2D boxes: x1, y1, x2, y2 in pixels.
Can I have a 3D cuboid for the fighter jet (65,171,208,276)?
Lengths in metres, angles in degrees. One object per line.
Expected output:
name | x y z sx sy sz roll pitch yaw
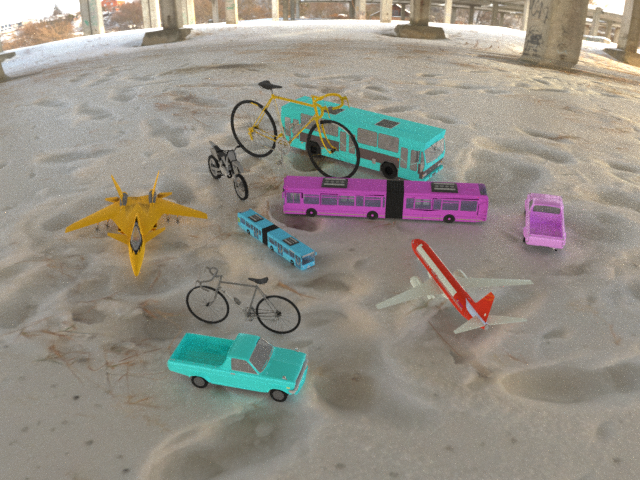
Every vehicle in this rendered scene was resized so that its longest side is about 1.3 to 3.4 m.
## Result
fighter jet | -2.891 -0.287 11.017 2.229 0.557 2.640 -6 31 -10

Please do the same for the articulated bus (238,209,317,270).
articulated bus | -0.701 -0.031 10.848 0.311 0.289 1.749 -22 37 -33

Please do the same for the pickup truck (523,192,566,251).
pickup truck | 3.594 -0.359 11.184 0.640 0.511 1.603 8 32 13

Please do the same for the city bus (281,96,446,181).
city bus | 0.761 -1.942 13.480 3.255 0.894 0.926 20 36 30

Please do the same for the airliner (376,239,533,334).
airliner | 1.756 0.427 9.539 2.257 0.835 2.541 -8 32 -13

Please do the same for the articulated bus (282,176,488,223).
articulated bus | 1.051 -0.687 11.688 3.401 0.561 0.605 3 31 5

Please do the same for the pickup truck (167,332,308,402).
pickup truck | -0.956 1.409 8.199 1.603 0.511 0.640 7 31 12

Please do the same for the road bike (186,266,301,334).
road bike | -0.995 0.786 8.915 1.545 0.852 0.358 7 31 11

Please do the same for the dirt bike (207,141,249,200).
dirt bike | -1.648 -1.298 12.430 0.527 0.857 1.493 -19 35 -28

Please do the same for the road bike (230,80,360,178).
road bike | -0.528 -2.093 12.988 3.004 1.656 0.696 19 36 29
